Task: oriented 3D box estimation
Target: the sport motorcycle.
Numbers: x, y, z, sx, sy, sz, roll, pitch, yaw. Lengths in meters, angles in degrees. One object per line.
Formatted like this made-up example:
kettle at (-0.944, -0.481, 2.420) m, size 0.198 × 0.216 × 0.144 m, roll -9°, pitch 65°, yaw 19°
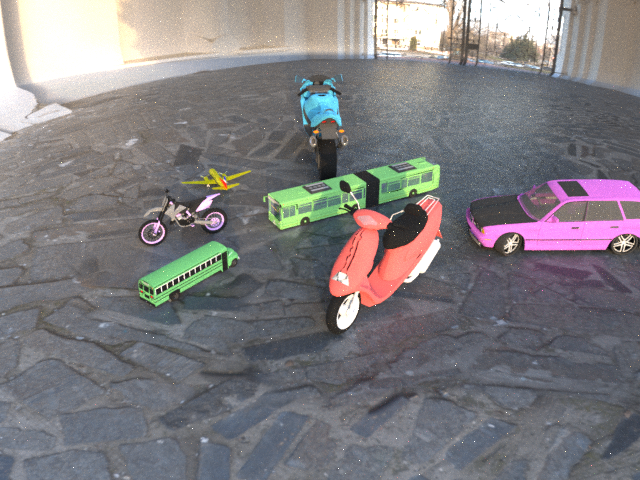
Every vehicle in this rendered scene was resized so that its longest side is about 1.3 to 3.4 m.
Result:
sport motorcycle at (0.043, -2.323, 14.099) m, size 0.983 × 1.596 × 2.955 m, roll -3°, pitch 29°, yaw -5°

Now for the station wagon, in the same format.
station wagon at (3.969, -0.434, 11.411) m, size 3.105 × 0.920 × 1.327 m, roll -1°, pitch 29°, yaw -1°

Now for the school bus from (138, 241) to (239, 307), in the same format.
school bus at (-1.888, 0.446, 10.335) m, size 0.365 × 0.434 × 1.708 m, roll 21°, pitch 36°, yaw 33°

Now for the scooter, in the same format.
scooter at (0.954, 0.045, 9.666) m, size 1.288 × 1.786 × 2.721 m, roll 21°, pitch 36°, yaw 33°

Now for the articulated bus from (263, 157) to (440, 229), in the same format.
articulated bus at (0.652, -0.874, 12.566) m, size 3.401 × 0.561 × 0.605 m, roll -15°, pitch 33°, yaw -26°

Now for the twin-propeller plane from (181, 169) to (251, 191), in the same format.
twin-propeller plane at (-1.933, -1.192, 13.294) m, size 1.370 × 0.407 × 1.095 m, roll -12°, pitch 32°, yaw -21°

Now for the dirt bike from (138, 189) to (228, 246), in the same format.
dirt bike at (-2.229, -0.382, 11.384) m, size 1.493 × 0.857 × 0.527 m, roll -13°, pitch 32°, yaw -22°
